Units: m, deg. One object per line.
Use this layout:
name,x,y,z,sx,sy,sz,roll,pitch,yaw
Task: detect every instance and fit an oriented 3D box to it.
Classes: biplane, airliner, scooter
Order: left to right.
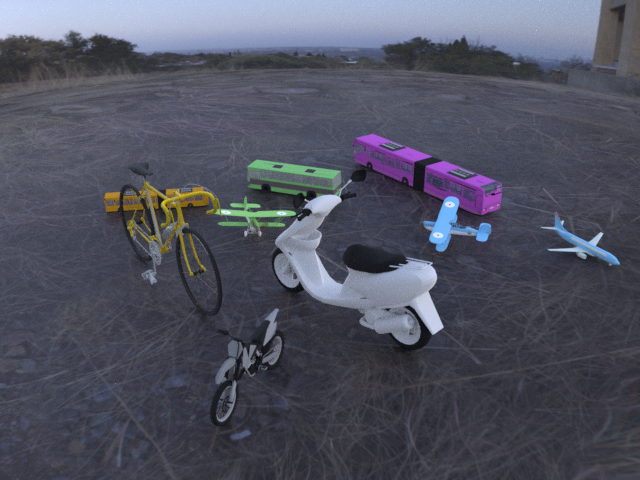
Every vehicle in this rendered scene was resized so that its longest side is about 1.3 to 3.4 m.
biplane,-1.078,-0.373,11.146,1.336,0.504,1.090,-8,27,-15
scooter,0.354,0.196,8.553,2.721,1.786,1.288,23,34,38
biplane,2.060,-0.165,10.726,1.090,0.504,1.336,9,28,18
airliner,3.969,-0.010,10.499,1.161,0.429,1.307,-14,30,-27

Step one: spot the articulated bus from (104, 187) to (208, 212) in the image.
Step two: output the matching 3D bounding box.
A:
articulated bus,-2.812,-0.700,12.049,1.749,0.289,0.311,-4,27,-8

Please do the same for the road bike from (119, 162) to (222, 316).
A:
road bike,-2.095,-0.141,9.380,0.696,1.656,3.004,-19,32,-33

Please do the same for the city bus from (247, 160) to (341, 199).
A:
city bus,-0.470,-1.069,12.600,1.674,0.460,0.476,10,28,19

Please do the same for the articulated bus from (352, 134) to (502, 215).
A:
articulated bus,1.861,-1.263,12.878,0.605,0.561,3.401,-18,32,-32

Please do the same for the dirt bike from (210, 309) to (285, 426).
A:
dirt bike,-0.741,1.279,7.415,0.527,0.857,1.493,12,29,22
